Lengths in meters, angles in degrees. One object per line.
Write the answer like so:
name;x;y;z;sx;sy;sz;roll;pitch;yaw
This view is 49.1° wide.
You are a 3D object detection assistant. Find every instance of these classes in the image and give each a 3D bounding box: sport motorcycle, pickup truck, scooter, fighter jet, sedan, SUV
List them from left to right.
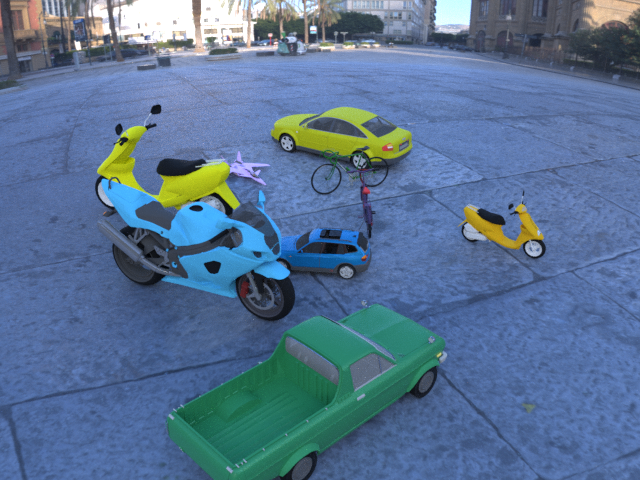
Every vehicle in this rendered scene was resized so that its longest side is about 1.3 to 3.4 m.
scooter;-2.606;-1.165;11.489;2.721;1.786;1.288;9;29;17
sport motorcycle;-1.646;0.102;9.275;2.955;1.596;0.983;13;30;24
fighter jet;-1.404;-1.350;13.459;1.147;0.286;1.358;-19;33;-32
pickup truck;-0.020;1.472;7.309;3.117;0.993;1.244;-24;36;-37
SUV;-0.025;0.145;10.288;1.572;0.580;0.656;4;28;8
sedan;0.386;-2.230;14.434;3.137;0.940;1.235;18;32;30
scooter;2.801;-0.269;10.713;1.399;0.919;0.662;17;32;29

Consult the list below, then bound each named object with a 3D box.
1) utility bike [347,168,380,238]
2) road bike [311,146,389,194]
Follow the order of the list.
utility bike;0.708;-0.659;11.428;0.535;0.946;1.435;-1;28;-1
road bike;0.558;-1.291;12.737;1.545;0.852;0.358;-10;29;-19
